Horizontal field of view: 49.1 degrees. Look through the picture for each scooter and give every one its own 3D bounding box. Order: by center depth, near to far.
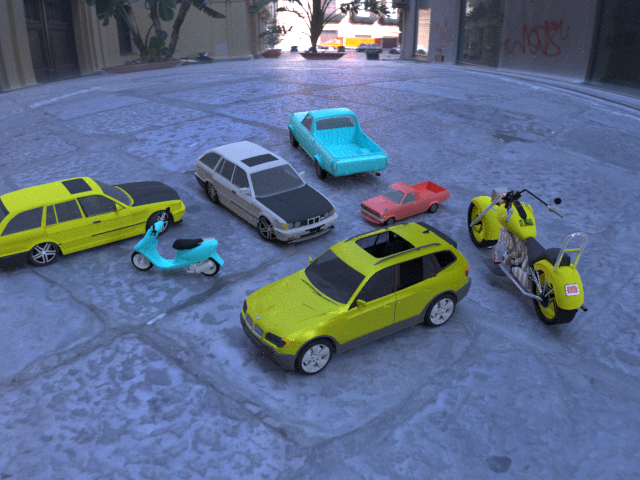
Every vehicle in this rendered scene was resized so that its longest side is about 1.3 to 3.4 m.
[{"bbox_3d":[-2.084,0.078,10.064,1.399,0.919,0.662,4,28,8],"label":"scooter"}]

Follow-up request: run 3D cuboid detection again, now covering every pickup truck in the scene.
[{"bbox_3d":[1.459,-0.693,11.944,1.603,0.511,0.640,-18,33,-30],"label":"pickup truck"},{"bbox_3d":[0.283,-2.052,13.979,1.244,0.993,3.117,-9,29,-16],"label":"pickup truck"}]

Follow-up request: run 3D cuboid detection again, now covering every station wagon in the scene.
[{"bbox_3d":[-3.708,-0.461,11.073,3.105,0.920,1.327,-17,33,-29],"label":"station wagon"},{"bbox_3d":[-0.976,-0.925,11.943,1.327,0.920,3.105,-19,33,-31],"label":"station wagon"}]

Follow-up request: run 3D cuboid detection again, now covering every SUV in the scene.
[{"bbox_3d":[0.494,0.607,8.849,3.058,1.128,1.276,-16,32,-27],"label":"SUV"}]

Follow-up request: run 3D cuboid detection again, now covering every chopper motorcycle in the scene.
[{"bbox_3d":[2.775,-0.061,9.729,0.906,1.480,3.040,-5,29,-10],"label":"chopper motorcycle"}]
